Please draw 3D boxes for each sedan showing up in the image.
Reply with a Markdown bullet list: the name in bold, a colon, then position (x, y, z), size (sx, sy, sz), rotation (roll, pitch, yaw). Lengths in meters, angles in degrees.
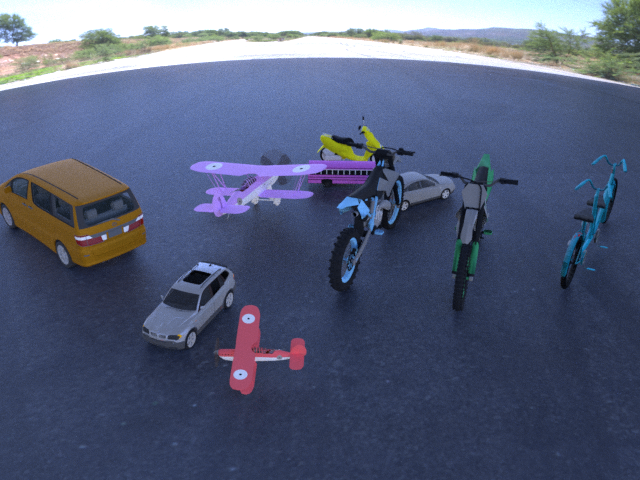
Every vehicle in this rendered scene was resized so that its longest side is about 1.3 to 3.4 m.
- **sedan**: position (1.685, -0.940, 12.407), size (1.613, 0.483, 0.635), rotation (-16, 32, -27)

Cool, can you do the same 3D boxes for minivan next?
- **minivan**: position (-4.027, -0.593, 11.027), size (3.011, 1.197, 1.324), rotation (25, 37, 37)

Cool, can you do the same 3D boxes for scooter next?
- **scooter**: position (0.635, -1.903, 13.718), size (1.399, 0.919, 0.662), rotation (5, 29, 9)

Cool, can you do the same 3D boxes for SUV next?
- **SUV**: position (-1.678, 0.808, 9.105), size (0.656, 0.580, 1.572), rotation (11, 31, 20)

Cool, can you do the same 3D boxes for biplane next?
- **biplane**: position (-1.223, -0.849, 11.723), size (2.598, 0.981, 2.120), rotation (13, 31, 22)
- **biplane**: position (-0.705, 1.348, 8.194), size (1.090, 0.504, 1.336), rotation (1, 29, 1)

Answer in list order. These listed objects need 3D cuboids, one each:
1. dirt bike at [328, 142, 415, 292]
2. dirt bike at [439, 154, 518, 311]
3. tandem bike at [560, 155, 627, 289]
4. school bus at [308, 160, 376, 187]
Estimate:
- **dirt bike**: position (0.753, -0.502, 10.372), size (1.024, 1.666, 2.903), rotation (12, 31, 21)
- **dirt bike**: position (2.205, -0.277, 9.959), size (1.024, 1.666, 2.903), rotation (9, 30, 15)
- **tandem bike**: position (4.119, -0.388, 10.517), size (0.550, 1.326, 3.192), rotation (17, 33, 28)
- **school bus**: position (0.629, -1.229, 12.989), size (1.708, 0.434, 0.365), rotation (1, 29, 2)
